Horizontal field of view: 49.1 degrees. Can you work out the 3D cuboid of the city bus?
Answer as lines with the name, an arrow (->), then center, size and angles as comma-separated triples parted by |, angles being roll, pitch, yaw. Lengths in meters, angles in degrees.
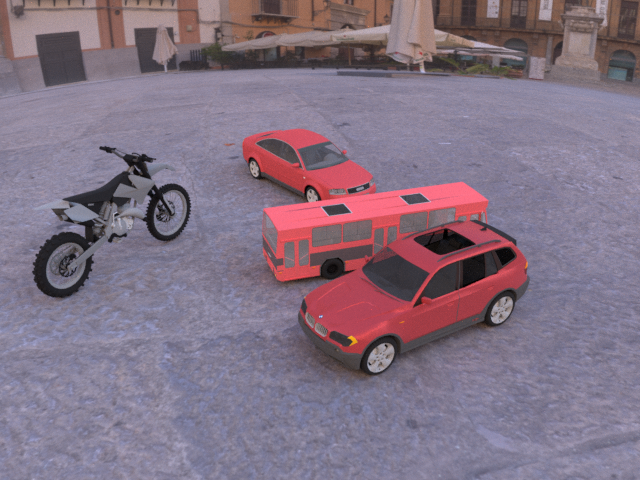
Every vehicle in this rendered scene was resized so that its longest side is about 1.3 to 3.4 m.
city bus -> 0.825, -0.119, 10.296 | 3.255, 0.894, 0.926 | -9, 28, -17

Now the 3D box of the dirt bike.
dirt bike -> -2.897, -0.384, 9.963 | 1.024, 1.666, 2.903 | 16, 31, 29

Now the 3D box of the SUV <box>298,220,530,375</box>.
SUV -> 1.208, 0.576, 8.643 | 3.058, 1.128, 1.276 | -16, 31, -28

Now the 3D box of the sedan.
sedan -> -0.255, -1.442, 12.893 | 1.235, 0.940, 3.137 | -19, 32, -34
